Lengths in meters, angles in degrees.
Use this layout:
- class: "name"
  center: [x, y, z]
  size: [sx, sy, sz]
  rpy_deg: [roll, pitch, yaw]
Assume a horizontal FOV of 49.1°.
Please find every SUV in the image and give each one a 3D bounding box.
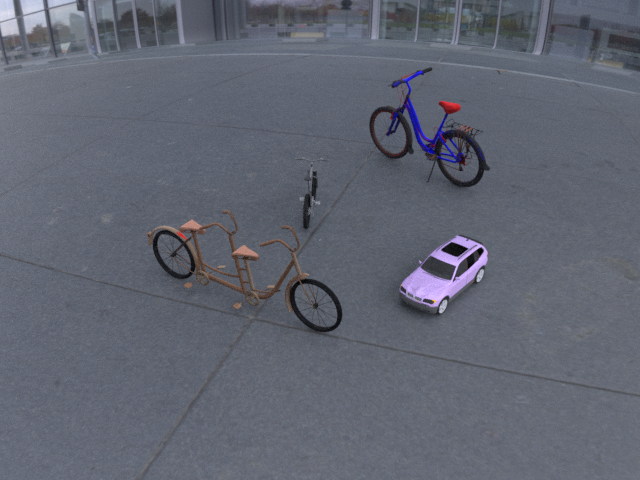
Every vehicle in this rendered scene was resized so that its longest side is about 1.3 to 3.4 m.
- class: "SUV"
  center: [1.734, 0.436, 9.684]
  size: [0.656, 0.580, 1.572]
  rpy_deg: [24, 39, 34]

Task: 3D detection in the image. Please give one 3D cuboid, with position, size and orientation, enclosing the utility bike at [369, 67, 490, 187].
- class: "utility bike"
  center: [1.848, -2.006, 12.513]
  size: [1.039, 1.839, 2.791]
  rpy_deg: [-26, 40, -36]

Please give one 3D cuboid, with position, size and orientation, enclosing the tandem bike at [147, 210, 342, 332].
- class: "tandem bike"
  center: [-1.088, 0.274, 9.232]
  size: [3.192, 1.326, 0.550]
  rpy_deg: [17, 35, 26]

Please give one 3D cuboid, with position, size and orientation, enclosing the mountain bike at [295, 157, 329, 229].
- class: "mountain bike"
  center: [-0.158, -0.824, 11.495]
  size: [0.573, 0.868, 1.469]
  rpy_deg: [3, 31, 5]
